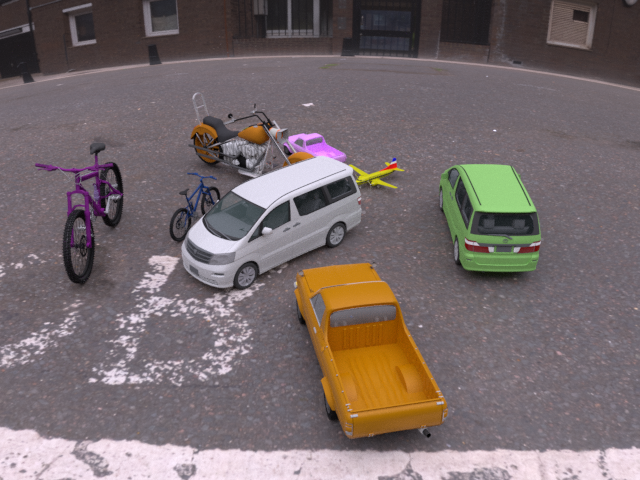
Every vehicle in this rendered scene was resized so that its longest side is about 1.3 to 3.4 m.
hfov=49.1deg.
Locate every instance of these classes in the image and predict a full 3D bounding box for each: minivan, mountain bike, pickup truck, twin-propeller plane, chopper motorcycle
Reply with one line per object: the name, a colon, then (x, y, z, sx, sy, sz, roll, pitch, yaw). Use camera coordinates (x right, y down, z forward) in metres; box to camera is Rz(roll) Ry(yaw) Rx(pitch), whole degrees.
minivan: (2.678, -0.583, 11.342, 1.324, 1.197, 3.011, 1, 29, 1)
mountain bike: (-3.521, -0.599, 10.868, 1.114, 1.688, 2.857, 0, 29, 0)
mountain bike: (-2.077, -0.584, 11.682, 0.573, 0.868, 1.469, 12, 31, 21)
minivan: (-0.725, -0.332, 10.892, 3.011, 1.197, 1.324, -24, 37, -36)
pickup truck: (0.491, 1.133, 8.472, 1.244, 0.993, 3.117, -6, 30, -10)
twin-propeller plane: (1.075, -1.277, 13.399, 1.095, 0.407, 1.370, -20, 35, -32)
chopper motorcycle: (-1.275, -1.851, 13.328, 3.040, 1.480, 0.906, 18, 34, 29)
pickup truck: (-0.142, -1.876, 14.368, 0.640, 0.511, 1.603, -19, 34, -30)
